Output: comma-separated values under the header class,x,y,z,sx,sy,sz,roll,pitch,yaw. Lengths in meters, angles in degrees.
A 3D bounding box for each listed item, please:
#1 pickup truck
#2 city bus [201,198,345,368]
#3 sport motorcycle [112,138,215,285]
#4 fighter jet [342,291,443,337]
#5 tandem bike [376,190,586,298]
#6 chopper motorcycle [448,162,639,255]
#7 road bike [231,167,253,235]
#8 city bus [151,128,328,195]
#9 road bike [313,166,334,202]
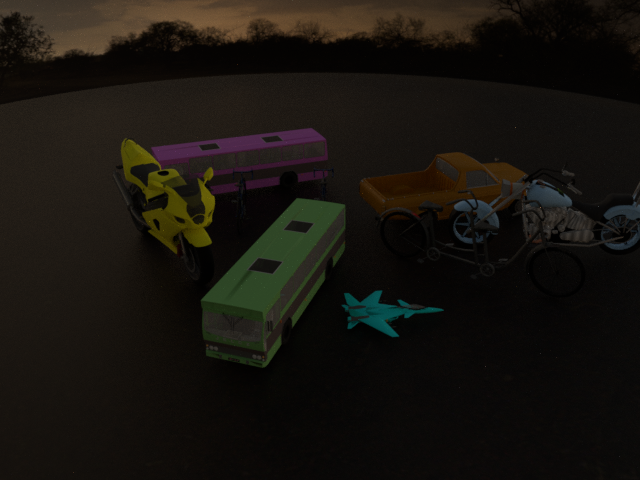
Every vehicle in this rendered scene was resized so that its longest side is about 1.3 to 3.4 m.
class,x,y,z,sx,sy,sz,roll,pitch,yaw
pickup truck,2.285,-0.938,12.283,3.117,0.993,1.244,-9,28,-17
city bus,-0.501,0.473,9.559,0.926,0.894,3.255,9,28,17
sport motorcycle,-2.364,-0.490,10.707,0.983,1.596,2.955,-17,31,-30
fighter jet,1.000,0.904,9.375,1.358,0.286,1.147,-3,27,-6
tandem bike,2.251,-0.070,10.166,3.192,1.326,0.550,15,30,28
chopper motorcycle,3.558,-0.493,10.843,3.040,1.480,0.906,4,27,8
road bike,-1.345,-0.711,11.984,0.358,0.852,1.545,0,26,-1
city bus,-1.502,-1.427,13.375,3.255,0.894,0.926,-10,28,-19
road bike,0.062,-0.753,12.070,0.358,0.852,1.545,0,26,0
